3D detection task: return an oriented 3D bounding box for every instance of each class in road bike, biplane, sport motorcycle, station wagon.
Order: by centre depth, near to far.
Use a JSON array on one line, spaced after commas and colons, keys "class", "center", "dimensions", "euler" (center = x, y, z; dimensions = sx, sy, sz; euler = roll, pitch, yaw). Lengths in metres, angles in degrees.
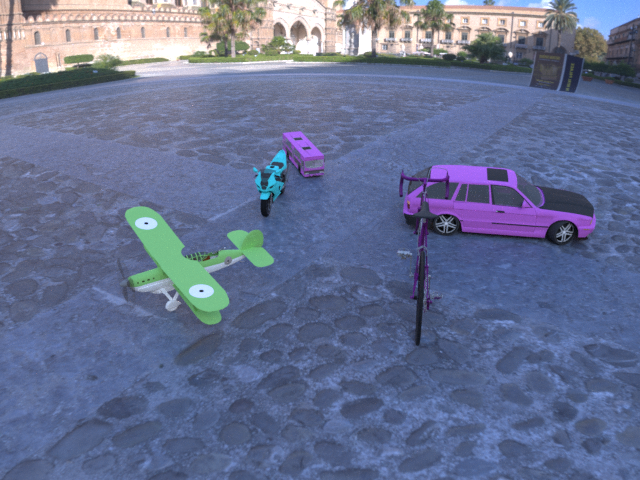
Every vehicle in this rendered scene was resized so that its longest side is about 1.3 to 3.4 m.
[{"class": "road bike", "center": [1.348, 0.084, 9.279], "dimensions": [0.697, 1.656, 3.004], "euler": [3, 26, 7]}, {"class": "biplane", "center": [-1.668, 0.359, 9.484], "dimensions": [2.120, 0.981, 2.598], "euler": [-17, 31, -30]}, {"class": "station wagon", "center": [2.968, -0.661, 11.632], "dimensions": [3.105, 0.920, 1.327], "euler": [5, 27, 10]}, {"class": "sport motorcycle", "center": [-0.835, -1.029, 12.493], "dimensions": [0.506, 0.821, 1.520], "euler": [5, 27, 9]}]

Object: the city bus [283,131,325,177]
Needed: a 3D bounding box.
[{"class": "city bus", "center": [-0.360, -1.763, 14.399], "dimensions": [0.476, 0.460, 1.674], "euler": [-8, 27, -16]}]
